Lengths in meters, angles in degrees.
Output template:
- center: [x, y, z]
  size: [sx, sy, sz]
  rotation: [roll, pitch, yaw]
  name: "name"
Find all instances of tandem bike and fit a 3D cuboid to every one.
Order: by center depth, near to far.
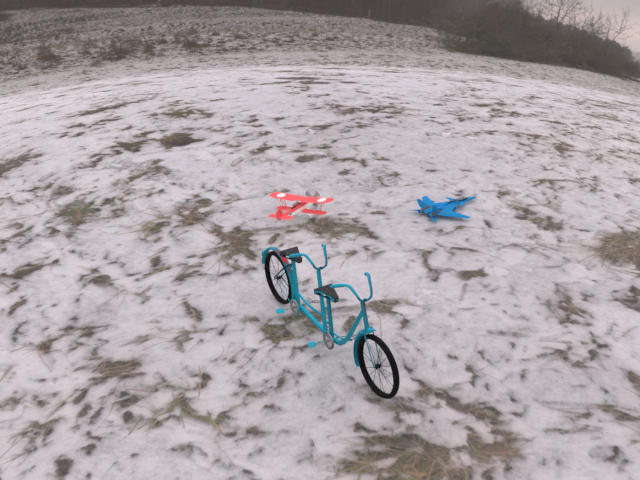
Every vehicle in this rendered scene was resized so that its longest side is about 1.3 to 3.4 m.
- center: [0.027, 0.728, 8.783]
  size: [0.550, 1.326, 3.192]
  rotation: [-16, 32, -28]
  name: "tandem bike"

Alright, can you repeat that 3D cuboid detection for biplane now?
- center: [-0.427, -0.553, 12.120]
  size: [1.336, 0.504, 1.090]
  rotation: [18, 33, 31]
  name: "biplane"

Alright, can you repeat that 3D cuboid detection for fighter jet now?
- center: [2.354, -0.690, 12.616]
  size: [1.358, 0.286, 1.147]
  rotation: [-19, 33, -31]
  name: "fighter jet"
